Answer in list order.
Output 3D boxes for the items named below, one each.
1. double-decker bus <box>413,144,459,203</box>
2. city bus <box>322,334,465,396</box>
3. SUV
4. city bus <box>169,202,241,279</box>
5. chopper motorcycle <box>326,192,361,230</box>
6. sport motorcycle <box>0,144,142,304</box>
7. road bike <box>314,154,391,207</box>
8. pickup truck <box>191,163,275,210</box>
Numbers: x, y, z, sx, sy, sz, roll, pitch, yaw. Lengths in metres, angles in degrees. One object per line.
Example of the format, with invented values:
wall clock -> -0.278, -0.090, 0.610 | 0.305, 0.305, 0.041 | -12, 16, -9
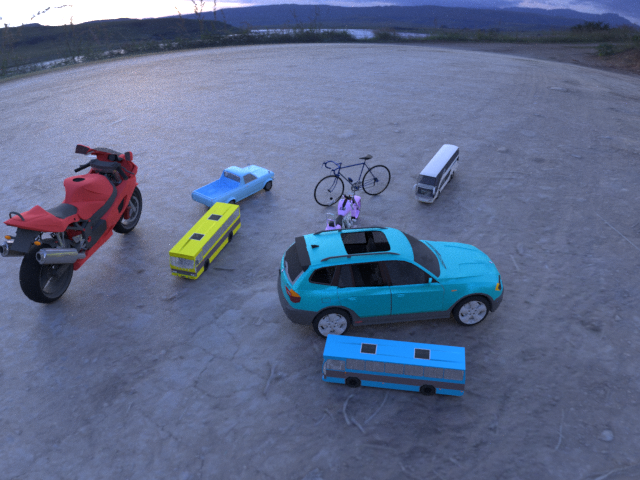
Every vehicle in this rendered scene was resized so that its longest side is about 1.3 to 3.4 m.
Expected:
double-decker bus -> 2.163, -1.216, 12.864 | 0.389, 0.541, 1.672 | 14, 33, 22
city bus -> 0.879, 1.506, 8.365 | 1.674, 0.460, 0.476 | 5, 31, 8
SUV -> 0.949, 0.457, 9.476 | 3.058, 1.128, 1.276 | -4, 31, -7
city bus -> -1.758, -0.002, 10.901 | 0.476, 0.460, 1.674 | 9, 32, 15
chopper motorcycle -> 0.388, -0.415, 11.300 | 0.466, 0.761, 1.563 | 10, 32, 17
sport motorcycle -> -3.497, -0.334, 10.347 | 0.983, 1.596, 2.955 | 9, 32, 15
road bike -> 0.586, -1.073, 12.319 | 1.545, 0.852, 0.358 | -14, 34, -22
pickup truck -> -1.529, -0.994, 12.521 | 0.640, 0.511, 1.603 | 23, 38, 33
